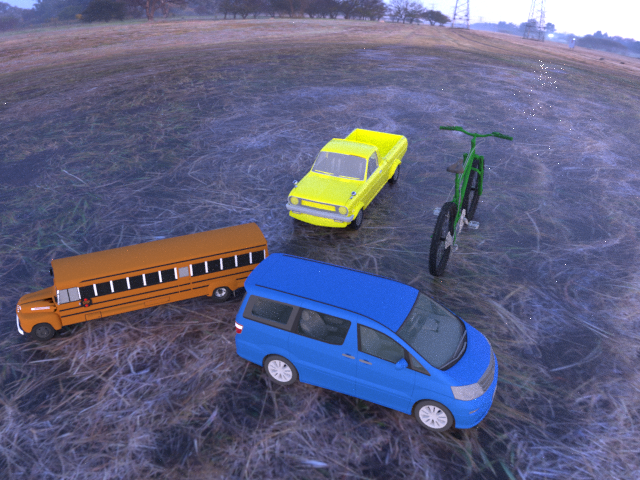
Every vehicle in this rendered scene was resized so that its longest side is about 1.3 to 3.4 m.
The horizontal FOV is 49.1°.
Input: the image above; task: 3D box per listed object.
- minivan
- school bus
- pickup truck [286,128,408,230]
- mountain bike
[{"bbox_3d":[0.534,1.092,8.027,3.011,1.197,1.324,13,33,20],"label":"minivan"},{"bbox_3d":[-2.333,0.512,9.364,3.322,0.844,0.709,-12,32,-19],"label":"school bus"},{"bbox_3d":[0.554,-1.235,12.194,1.244,0.993,3.117,12,33,20],"label":"pickup truck"},{"bbox_3d":[2.132,-0.676,10.556,1.114,1.688,2.857,13,33,21],"label":"mountain bike"}]
